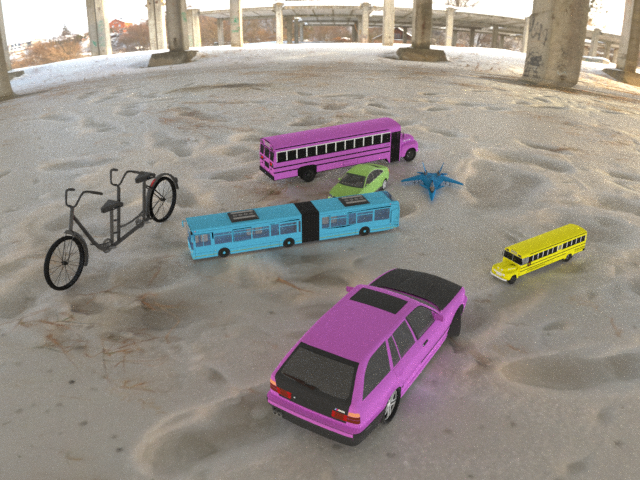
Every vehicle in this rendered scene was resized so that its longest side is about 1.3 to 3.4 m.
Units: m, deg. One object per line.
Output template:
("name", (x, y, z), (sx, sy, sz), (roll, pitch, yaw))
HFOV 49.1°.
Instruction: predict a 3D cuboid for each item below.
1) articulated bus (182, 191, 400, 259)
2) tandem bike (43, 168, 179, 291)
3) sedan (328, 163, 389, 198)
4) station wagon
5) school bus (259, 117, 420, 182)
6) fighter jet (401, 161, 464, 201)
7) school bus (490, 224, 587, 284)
("articulated bus", (-0.403, -0.256, 10.986), (3.401, 0.561, 0.605), (-9, 29, -16))
("tandem bike", (-3.035, -0.430, 10.489), (0.550, 1.326, 3.192), (11, 29, 20))
("sedan", (0.705, -1.031, 12.571), (0.635, 0.483, 1.613), (15, 31, 26))
("station wagon", (0.693, 1.043, 8.080), (1.327, 0.920, 3.105), (16, 31, 28))
("school bus", (0.462, -1.795, 13.656), (3.322, 0.844, 0.709), (-14, 30, -25))
("fighter jet", (2.066, -1.075, 12.869), (1.147, 0.286, 1.358), (4, 28, 7))
("school bus", (3.212, 0.189, 10.262), (1.708, 0.434, 0.365), (-17, 32, -30))
